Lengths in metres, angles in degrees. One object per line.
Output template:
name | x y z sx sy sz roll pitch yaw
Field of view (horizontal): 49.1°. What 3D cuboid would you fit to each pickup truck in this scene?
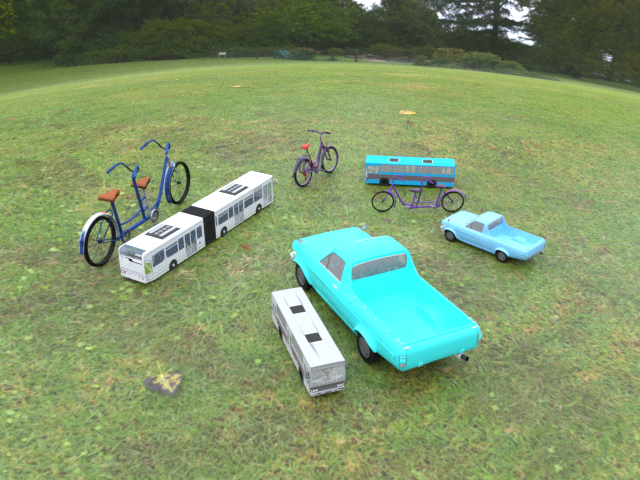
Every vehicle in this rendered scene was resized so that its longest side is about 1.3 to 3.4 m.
pickup truck | 2.676 -0.114 10.926 0.640 0.511 1.603 -24 36 -38
pickup truck | 0.715 0.585 9.056 1.244 0.993 3.117 -13 30 -23

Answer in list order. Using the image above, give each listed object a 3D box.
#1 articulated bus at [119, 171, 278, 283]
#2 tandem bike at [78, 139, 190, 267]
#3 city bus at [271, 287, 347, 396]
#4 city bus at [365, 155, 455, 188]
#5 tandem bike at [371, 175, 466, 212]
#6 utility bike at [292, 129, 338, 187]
articulated bus | -1.834 -0.298 11.226 0.605 0.561 3.401 14 31 26
tandem bike | -2.893 -0.719 11.207 0.550 1.326 3.192 9 29 17
city bus | -0.174 1.197 8.453 0.476 0.460 1.674 -9 29 -16
city bus | 1.693 -1.284 13.238 1.674 0.460 0.476 3 28 6
tandem bike | 1.708 -0.785 12.034 1.642 0.682 0.283 0 27 0
utility bike | -0.120 -1.598 13.315 0.535 0.946 1.435 19 33 32
